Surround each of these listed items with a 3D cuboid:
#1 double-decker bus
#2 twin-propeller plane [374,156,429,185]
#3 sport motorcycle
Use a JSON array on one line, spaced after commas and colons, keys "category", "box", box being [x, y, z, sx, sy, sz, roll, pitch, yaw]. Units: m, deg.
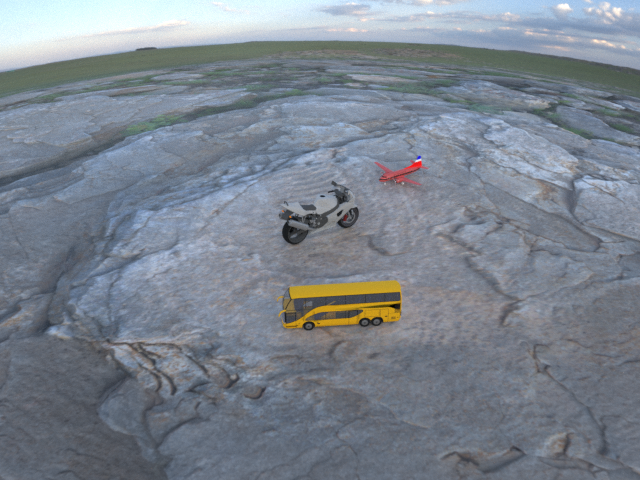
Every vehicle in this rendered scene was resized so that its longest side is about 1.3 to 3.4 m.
[{"category": "double-decker bus", "box": [0.264, 0.876, 9.443, 1.672, 0.541, 0.389, -3, 29, -6]}, {"category": "twin-propeller plane", "box": [1.580, -1.354, 13.649, 1.095, 0.407, 1.370, -19, 34, -30]}, {"category": "sport motorcycle", "box": [0.015, -0.440, 11.551, 1.520, 0.821, 0.506, -17, 33, -28]}]
